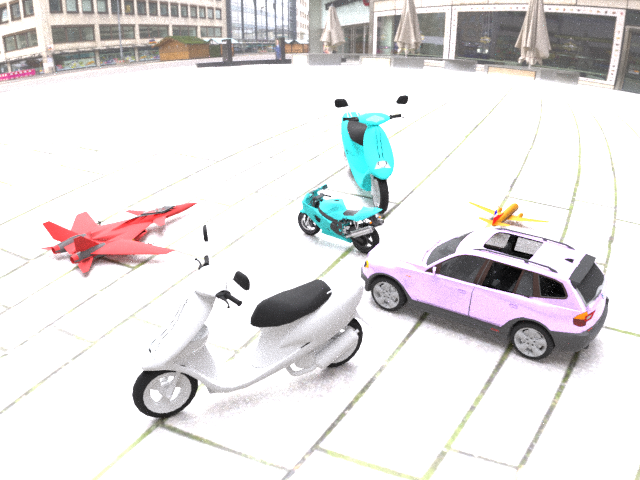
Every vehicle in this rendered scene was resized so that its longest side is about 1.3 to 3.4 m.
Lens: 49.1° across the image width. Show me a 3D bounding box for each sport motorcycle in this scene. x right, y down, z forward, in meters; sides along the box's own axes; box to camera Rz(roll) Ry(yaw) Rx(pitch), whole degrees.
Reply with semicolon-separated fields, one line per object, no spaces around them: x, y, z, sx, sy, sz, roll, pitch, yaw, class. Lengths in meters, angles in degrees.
0.274;-0.315;10.612;1.520;0.821;0.506;18;32;31;sport motorcycle

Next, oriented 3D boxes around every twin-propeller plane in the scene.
3.010;-0.451;11.347;1.370;0.407;1.095;18;32;31;twin-propeller plane

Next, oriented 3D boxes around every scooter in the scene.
0.809;-1.729;12.357;1.288;1.786;2.721;-5;27;-10;scooter
-0.650;0.817;7.277;2.721;1.786;1.288;-12;29;-23;scooter

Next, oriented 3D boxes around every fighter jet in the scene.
-2.920;-0.325;10.929;2.229;0.557;2.640;20;33;34;fighter jet

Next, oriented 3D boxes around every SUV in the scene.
2.002;0.444;8.756;3.058;1.128;1.276;17;31;30;SUV
